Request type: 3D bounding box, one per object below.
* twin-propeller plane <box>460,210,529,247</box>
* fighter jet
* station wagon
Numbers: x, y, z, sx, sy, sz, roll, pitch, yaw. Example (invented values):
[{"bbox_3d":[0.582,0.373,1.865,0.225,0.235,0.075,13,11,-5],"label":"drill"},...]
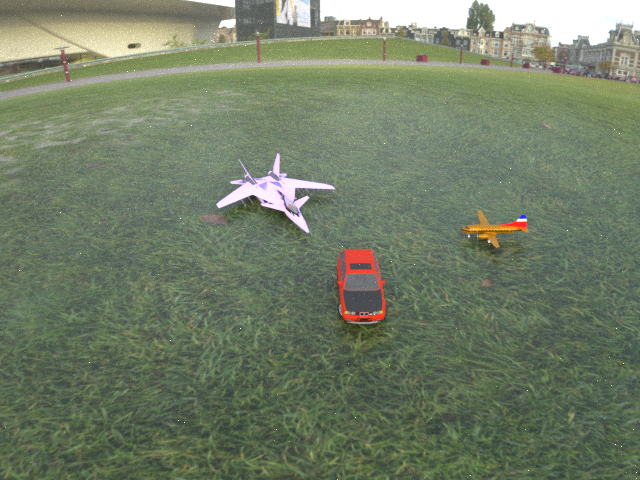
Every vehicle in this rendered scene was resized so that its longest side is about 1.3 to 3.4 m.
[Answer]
[{"bbox_3d":[2.846,-0.225,11.456,1.095,0.407,1.370,0,27,0],"label":"twin-propeller plane"},{"bbox_3d":[-0.697,-0.827,12.472,2.229,0.557,2.640,-11,29,-20],"label":"fighter jet"},{"bbox_3d":[0.563,0.587,9.793,0.682,0.473,1.597,0,27,-1],"label":"station wagon"}]
